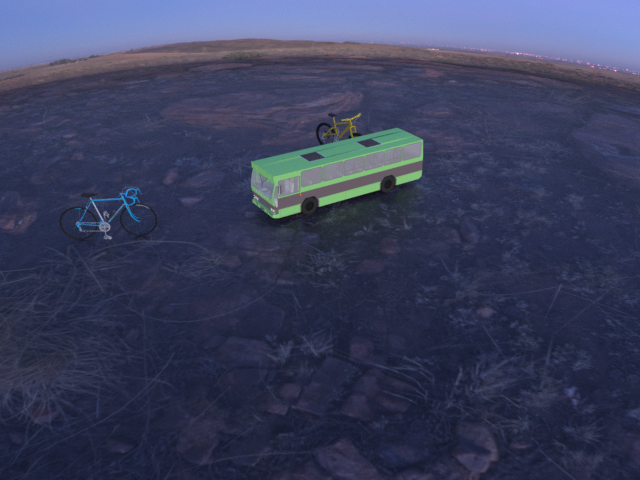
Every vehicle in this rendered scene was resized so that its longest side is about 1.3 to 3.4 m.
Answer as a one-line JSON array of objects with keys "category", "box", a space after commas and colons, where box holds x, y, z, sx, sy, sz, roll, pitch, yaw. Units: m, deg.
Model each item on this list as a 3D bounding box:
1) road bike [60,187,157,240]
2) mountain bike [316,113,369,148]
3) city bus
[{"category": "road bike", "box": [-3.430, -0.411, 11.319, 1.545, 0.852, 0.358, -4, 29, -7]}, {"category": "mountain bike", "box": [0.448, -2.218, 14.602, 1.469, 0.868, 0.573, 25, 38, 38]}, {"category": "city bus", "box": [0.367, -1.226, 12.763, 3.255, 0.894, 0.926, -17, 33, -28]}]
